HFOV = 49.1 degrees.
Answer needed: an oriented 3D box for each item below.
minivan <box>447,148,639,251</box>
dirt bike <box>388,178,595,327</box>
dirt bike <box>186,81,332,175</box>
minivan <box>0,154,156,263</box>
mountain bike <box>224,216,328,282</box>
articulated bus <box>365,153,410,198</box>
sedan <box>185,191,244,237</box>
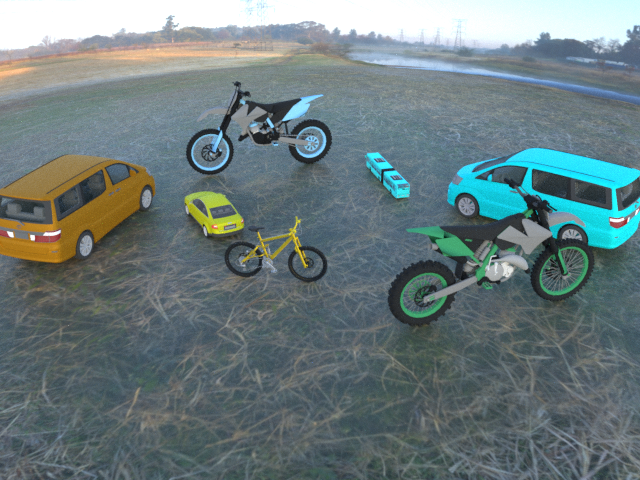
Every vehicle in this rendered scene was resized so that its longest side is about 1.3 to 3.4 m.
[{"bbox_3d":[3.541,-0.804,11.279,3.011,1.197,1.324,21,34,36],"label":"minivan"},{"bbox_3d":[2.229,0.193,8.796,2.903,1.666,1.024,-8,28,-15],"label":"dirt bike"},{"bbox_3d":[-1.135,-2.132,13.376,2.903,1.666,1.024,-9,28,-17],"label":"dirt bike"},{"bbox_3d":[-3.765,-0.699,11.072,1.324,1.197,3.011,8,28,15],"label":"minivan"},{"bbox_3d":[-0.623,0.167,9.728,1.469,0.868,0.573,4,27,8],"label":"mountain bike"},{"bbox_3d":[1.251,-1.228,13.116,0.311,0.289,1.749,-7,28,-13],"label":"articulated bus"},{"bbox_3d":[-1.763,-0.507,11.480,0.635,0.483,1.613,-14,30,-25],"label":"sedan"}]
